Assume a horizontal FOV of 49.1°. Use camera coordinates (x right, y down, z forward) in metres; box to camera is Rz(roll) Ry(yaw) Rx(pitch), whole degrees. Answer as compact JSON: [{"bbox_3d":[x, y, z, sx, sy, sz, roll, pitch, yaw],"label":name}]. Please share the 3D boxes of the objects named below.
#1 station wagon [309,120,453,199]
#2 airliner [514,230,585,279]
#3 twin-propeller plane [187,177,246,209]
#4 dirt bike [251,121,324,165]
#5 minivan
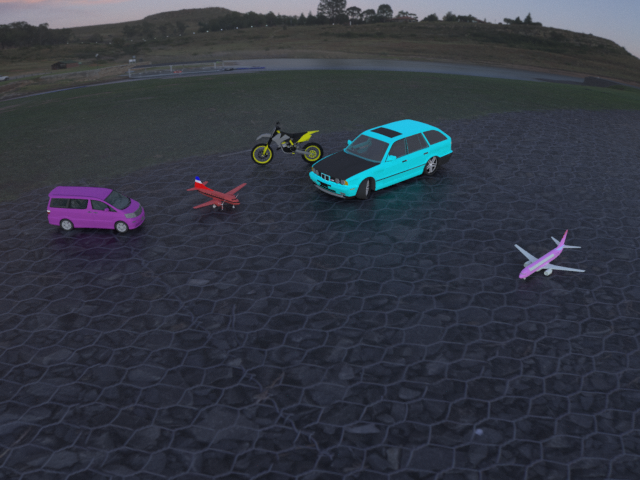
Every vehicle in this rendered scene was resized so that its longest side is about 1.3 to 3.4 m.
[{"bbox_3d":[1.220,-1.651,13.621,3.105,0.920,1.327,-22,34,-36],"label":"station wagon"},{"bbox_3d":[3.358,0.228,10.473,1.307,0.429,1.161,-23,35,-38],"label":"airliner"},{"bbox_3d":[-1.864,-0.856,12.625,1.095,0.407,1.370,18,32,31],"label":"twin-propeller plane"},{"bbox_3d":[-0.668,-1.935,14.249,1.493,0.857,0.527,-3,27,-5],"label":"dirt bike"},{"bbox_3d":[-3.757,-0.537,11.769,1.548,0.616,0.681,2,27,4],"label":"minivan"}]
